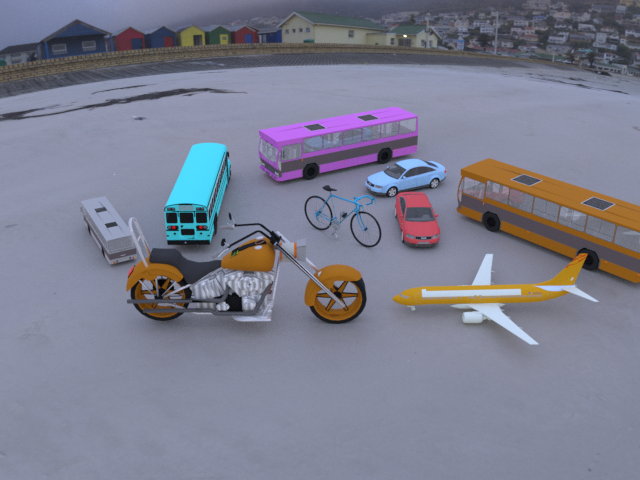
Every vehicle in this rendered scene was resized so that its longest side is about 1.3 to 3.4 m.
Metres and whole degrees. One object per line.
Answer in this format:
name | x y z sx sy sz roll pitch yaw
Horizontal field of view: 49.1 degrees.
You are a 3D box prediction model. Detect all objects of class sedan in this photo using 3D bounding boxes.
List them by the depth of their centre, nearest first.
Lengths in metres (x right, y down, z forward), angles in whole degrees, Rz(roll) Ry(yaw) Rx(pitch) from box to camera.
sedan | 1.587 -0.404 11.458 0.635 0.483 1.613 0 27 -1
sedan | 1.600 -1.203 13.023 1.613 0.483 0.635 -13 30 -24

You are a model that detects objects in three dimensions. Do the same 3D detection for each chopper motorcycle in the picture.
chopper motorcycle | -0.927 0.391 8.807 3.040 1.480 0.906 0 27 -1

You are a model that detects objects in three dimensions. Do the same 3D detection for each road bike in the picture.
road bike | 0.340 -0.414 11.072 1.545 0.852 0.358 21 33 34

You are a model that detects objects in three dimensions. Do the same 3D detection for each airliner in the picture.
airliner | 2.226 0.559 9.185 2.541 0.835 2.257 -1 27 -1

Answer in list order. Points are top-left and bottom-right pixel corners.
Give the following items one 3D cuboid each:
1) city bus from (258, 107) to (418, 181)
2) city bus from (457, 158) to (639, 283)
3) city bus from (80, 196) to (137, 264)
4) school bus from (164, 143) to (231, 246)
city bus | 0.410 -1.912 13.958 3.255 0.894 0.926 -15 31 -26
city bus | 3.673 -0.352 10.903 0.926 0.894 3.255 -22 34 -36
city bus | -3.330 -0.154 10.994 0.476 0.460 1.674 -15 30 -26
school bus | -2.025 -0.907 12.045 0.709 0.844 3.322 0 27 -1
